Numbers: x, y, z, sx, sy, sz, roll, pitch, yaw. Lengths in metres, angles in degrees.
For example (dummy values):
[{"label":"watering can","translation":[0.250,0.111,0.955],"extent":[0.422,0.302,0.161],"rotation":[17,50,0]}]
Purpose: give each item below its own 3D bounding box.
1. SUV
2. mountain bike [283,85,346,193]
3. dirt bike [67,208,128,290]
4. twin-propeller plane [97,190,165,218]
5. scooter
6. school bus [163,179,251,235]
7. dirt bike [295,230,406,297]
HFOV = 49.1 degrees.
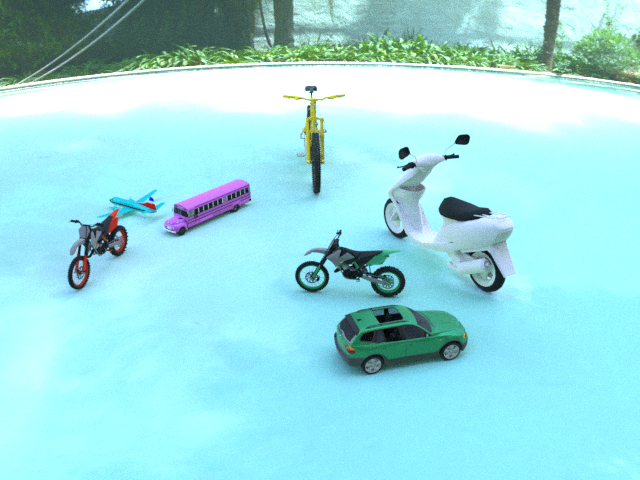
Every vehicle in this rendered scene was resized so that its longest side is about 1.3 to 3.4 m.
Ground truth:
[{"label":"SUV","translation":[0.955,1.084,8.211],"extent":[1.572,0.580,0.656],"rotation":[-7,28,-14]},{"label":"mountain bike","translation":[-0.136,-2.047,13.215],"extent":[1.114,1.688,2.857],"rotation":[-2,27,-3]},{"label":"dirt bike","translation":[-3.154,0.058,9.947],"extent":[0.527,0.857,1.493],"rotation":[7,28,14]},{"label":"twin-propeller plane","translation":[-3.168,-0.630,11.819],"extent":[1.095,0.407,1.370],"rotation":[15,30,27]},{"label":"scooter","translation":[1.774,-0.470,9.964],"extent":[1.288,1.786,2.721],"rotation":[-16,31,-28]},{"label":"school bus","translation":[-1.867,-0.558,11.646],"extent":[0.365,0.434,1.708],"rotation":[20,33,35]},{"label":"dirt bike","translation":[0.401,0.359,9.348],"extent":[1.493,0.857,0.527],"rotation":[3,27,6]}]
